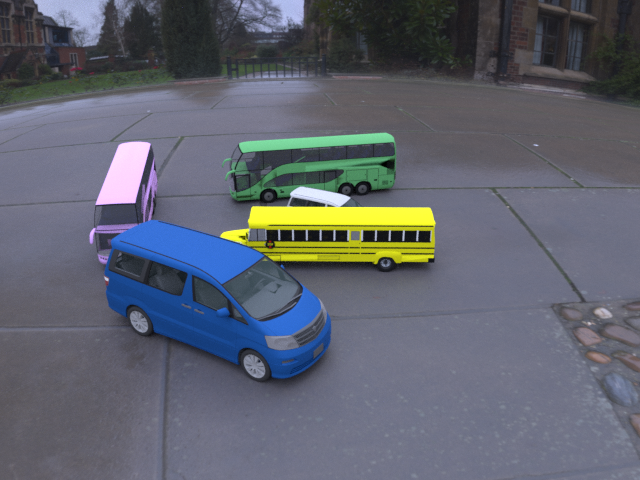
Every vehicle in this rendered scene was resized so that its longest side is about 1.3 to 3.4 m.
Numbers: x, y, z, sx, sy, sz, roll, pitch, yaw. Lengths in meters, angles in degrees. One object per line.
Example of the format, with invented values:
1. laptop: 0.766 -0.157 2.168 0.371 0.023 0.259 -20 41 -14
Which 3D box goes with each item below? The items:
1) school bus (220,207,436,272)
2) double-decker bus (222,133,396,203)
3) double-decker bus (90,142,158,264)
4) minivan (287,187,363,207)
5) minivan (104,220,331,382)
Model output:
1. school bus: 0.062 -0.043 10.685 3.322 0.844 0.709 0 26 1
2. double-decker bus: -0.184 -1.367 13.167 3.251 1.052 0.756 -5 26 -11
3. double-decker bus: -3.202 -0.664 11.723 0.756 1.052 3.251 -3 26 -7
4. minivan: 0.206 -0.448 11.778 1.548 0.616 0.681 13 29 24
5. minivan: -1.301 0.680 8.796 3.011 1.197 1.324 15 30 28
